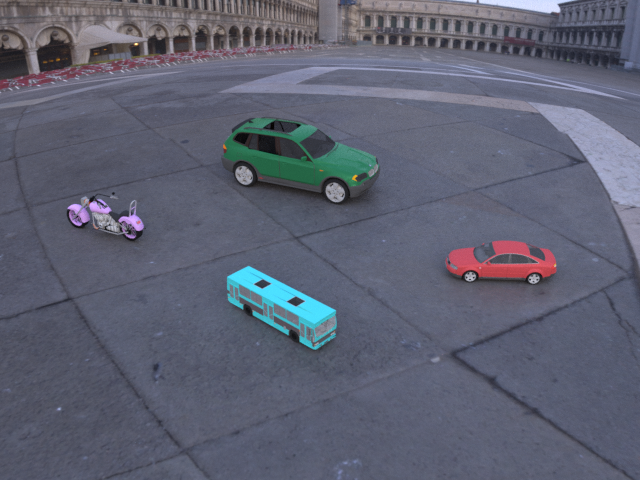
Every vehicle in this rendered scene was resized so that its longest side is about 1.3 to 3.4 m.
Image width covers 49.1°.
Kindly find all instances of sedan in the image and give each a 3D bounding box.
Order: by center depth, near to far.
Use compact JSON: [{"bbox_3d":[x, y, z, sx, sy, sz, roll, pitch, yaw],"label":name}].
[{"bbox_3d":[2.695,0.294,10.442,1.613,0.483,0.635,2,28,3],"label":"sedan"}]

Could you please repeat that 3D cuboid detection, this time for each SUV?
[{"bbox_3d":[-0.382,-1.587,13.243,3.058,1.128,1.276,12,31,21],"label":"SUV"}]

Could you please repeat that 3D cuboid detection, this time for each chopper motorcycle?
[{"bbox_3d":[-3.563,-0.438,11.503,1.563,0.761,0.466,13,31,23],"label":"chopper motorcycle"}]

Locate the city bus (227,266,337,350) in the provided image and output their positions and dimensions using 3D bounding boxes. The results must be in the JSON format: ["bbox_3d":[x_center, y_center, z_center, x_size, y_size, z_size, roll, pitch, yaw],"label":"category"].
[{"bbox_3d":[-0.538,0.898,9.350,1.674,0.460,0.476,24,36,37],"label":"city bus"}]
